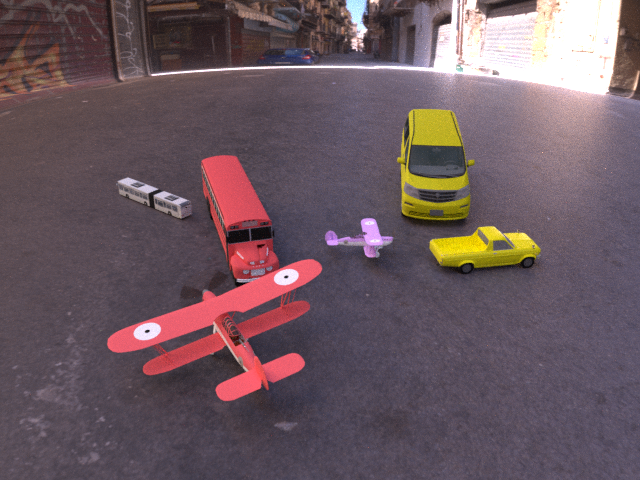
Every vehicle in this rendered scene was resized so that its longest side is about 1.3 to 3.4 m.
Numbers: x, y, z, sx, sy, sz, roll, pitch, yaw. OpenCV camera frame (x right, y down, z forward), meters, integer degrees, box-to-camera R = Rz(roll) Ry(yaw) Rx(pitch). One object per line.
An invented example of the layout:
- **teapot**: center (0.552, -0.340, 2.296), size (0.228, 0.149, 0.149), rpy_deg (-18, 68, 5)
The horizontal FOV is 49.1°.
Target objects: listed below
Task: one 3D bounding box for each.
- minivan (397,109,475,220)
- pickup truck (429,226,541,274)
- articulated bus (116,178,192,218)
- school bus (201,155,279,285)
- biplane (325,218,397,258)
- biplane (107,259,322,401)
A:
- **minivan**: center (2.049, -1.407, 12.666), size (1.324, 1.197, 3.011), rpy_deg (2, 27, 5)
- **pickup truck**: center (2.466, 0.111, 10.462), size (1.603, 0.511, 0.640), rpy_deg (-5, 28, -9)
- **articulated bus**: center (-2.945, -0.752, 12.385), size (1.749, 0.289, 0.311), rpy_deg (20, 33, 34)
- **school bus**: center (-1.313, -0.395, 11.082), size (0.709, 0.844, 3.322), rpy_deg (-8, 28, -14)
- **biplane**: center (0.624, -0.002, 10.689), size (1.090, 0.504, 1.336), rpy_deg (-1, 27, -1)
- **biplane**: center (-1.028, 1.112, 7.998), size (2.598, 0.981, 2.120), rpy_deg (-13, 30, -23)
